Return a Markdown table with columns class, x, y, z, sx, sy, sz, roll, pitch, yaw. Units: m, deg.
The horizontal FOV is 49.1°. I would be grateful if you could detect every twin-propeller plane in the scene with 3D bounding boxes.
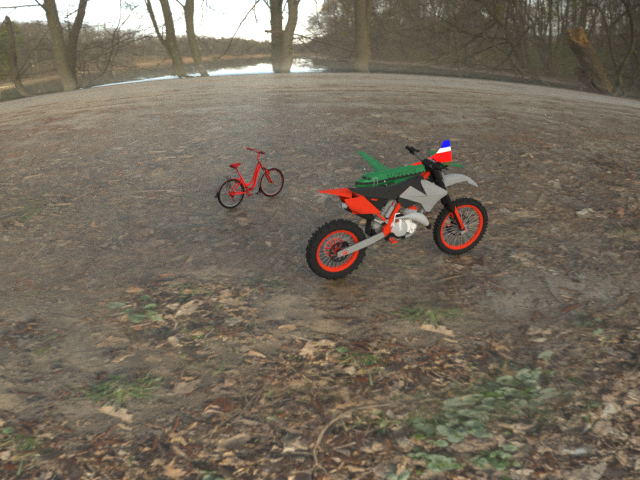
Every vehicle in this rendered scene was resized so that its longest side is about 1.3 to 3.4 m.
| class | x | y | z | sx | sy | sz | roll | pitch | yaw |
| --- | --- | --- | --- | --- | --- | --- | --- | --- | --- |
| twin-propeller plane | 1.563 | -1.321 | 12.845 | 2.129 | 0.792 | 2.663 | -13 | 29 | -24 |

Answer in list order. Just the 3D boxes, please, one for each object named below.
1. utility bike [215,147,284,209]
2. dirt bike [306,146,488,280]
| class | x | y | z | sx | sy | sz | roll | pitch | yaw |
| --- | --- | --- | --- | --- | --- | --- | --- | --- | --- |
| utility bike | -1.256 | -1.112 | 12.246 | 1.435 | 0.946 | 0.535 | -19 | 32 | -33 |
| dirt bike | 1.159 | -0.371 | 9.930 | 2.903 | 1.666 | 1.024 | -10 | 28 | -19 |
